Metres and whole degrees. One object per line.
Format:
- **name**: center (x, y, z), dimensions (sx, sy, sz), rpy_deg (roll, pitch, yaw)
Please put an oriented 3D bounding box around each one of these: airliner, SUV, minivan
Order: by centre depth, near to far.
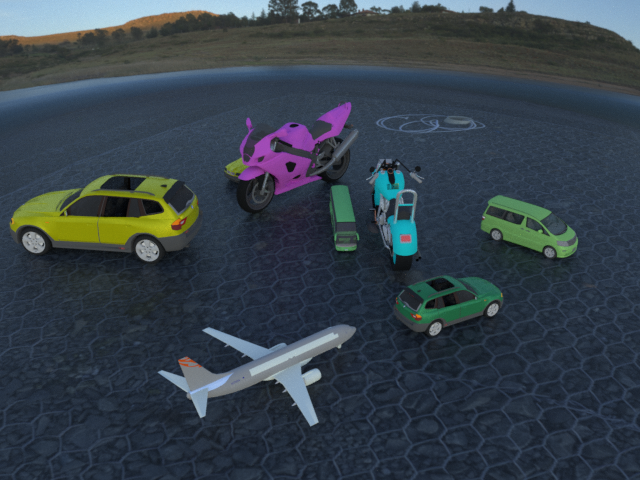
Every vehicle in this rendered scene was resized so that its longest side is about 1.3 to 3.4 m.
- **airliner**: center (-0.532, 1.290, 8.229), dimensions (2.541, 0.835, 2.257), rpy_deg (-20, 33, -34)
- **SUV**: center (1.760, 0.793, 9.486), dimensions (1.572, 0.580, 0.656), rpy_deg (-14, 30, -25)
- **SUV**: center (-3.455, -0.447, 11.316), dimensions (3.058, 1.128, 1.276), rpy_deg (4, 27, 7)
- **minivan**: center (3.435, -0.226, 11.446), dimensions (1.548, 0.616, 0.681), rpy_deg (22, 34, 36)
- **SUV**: center (-1.211, -1.578, 14.139), dimensions (0.656, 0.580, 1.572), rpy_deg (24, 35, 38)

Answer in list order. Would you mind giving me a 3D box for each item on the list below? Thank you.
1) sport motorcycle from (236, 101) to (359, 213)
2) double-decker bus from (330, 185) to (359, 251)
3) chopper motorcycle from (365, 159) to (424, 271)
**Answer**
- **sport motorcycle**: center (-0.424, -1.572, 13.007), dimensions (0.983, 1.596, 2.955), rpy_deg (23, 35, 37)
- **double-decker bus**: center (0.382, -0.370, 11.810), dimensions (0.389, 0.541, 1.672), rpy_deg (-1, 27, -3)
- **chopper motorcycle**: center (1.157, -0.669, 11.364), dimensions (0.906, 1.480, 3.040), rpy_deg (-1, 27, -3)
